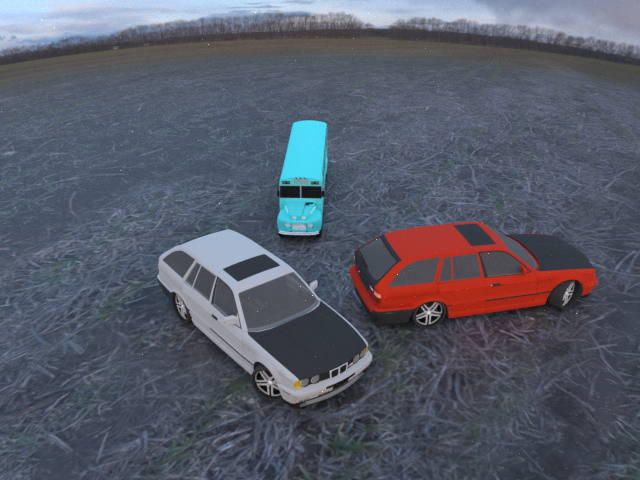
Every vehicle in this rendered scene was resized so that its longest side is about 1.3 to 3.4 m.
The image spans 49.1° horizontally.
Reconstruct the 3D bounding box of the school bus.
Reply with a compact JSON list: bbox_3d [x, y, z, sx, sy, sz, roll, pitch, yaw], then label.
[{"bbox_3d":[-0.249,-1.079,11.663,0.709,0.844,3.322,1,28,2],"label":"school bus"}]

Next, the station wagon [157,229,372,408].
[{"bbox_3d":[-0.738,0.730,8.147,1.327,0.920,3.105,-20,34,-33],"label":"station wagon"}]

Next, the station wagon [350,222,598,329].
[{"bbox_3d":[1.985,0.317,8.930,3.105,0.920,1.327,-6,28,-12],"label":"station wagon"}]
